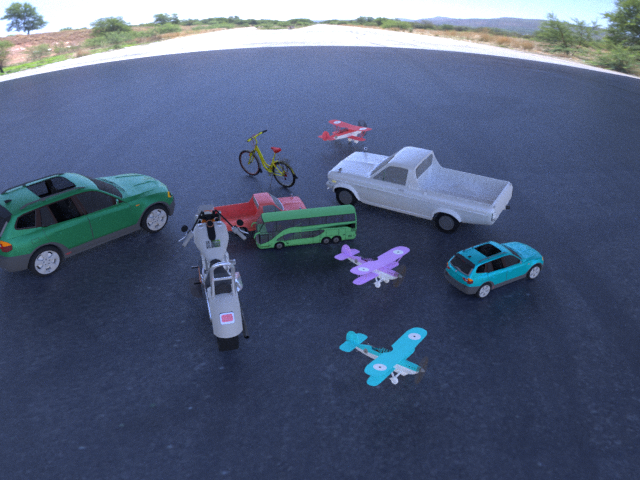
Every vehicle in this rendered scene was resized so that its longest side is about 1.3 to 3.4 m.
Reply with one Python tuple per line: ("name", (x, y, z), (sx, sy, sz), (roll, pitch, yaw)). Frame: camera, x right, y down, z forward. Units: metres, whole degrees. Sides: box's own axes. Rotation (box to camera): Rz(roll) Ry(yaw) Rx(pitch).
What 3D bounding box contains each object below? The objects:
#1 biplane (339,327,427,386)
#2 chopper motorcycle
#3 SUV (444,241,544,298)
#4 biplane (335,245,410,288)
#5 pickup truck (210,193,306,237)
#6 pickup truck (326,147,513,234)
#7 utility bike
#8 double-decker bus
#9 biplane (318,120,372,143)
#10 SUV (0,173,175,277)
("biplane", (0.790, 1.399, 8.519), (1.090, 0.504, 1.336), (19, 35, 29))
("chopper motorcycle", (-1.444, 0.220, 9.553), (0.906, 1.480, 3.040), (-7, 31, -12))
("SUV", (2.571, 0.332, 10.246), (1.572, 0.580, 0.656), (-16, 34, -25))
("biplane", (0.757, 0.359, 10.275), (1.090, 0.504, 1.336), (23, 37, 33))
("pickup truck", (-1.009, -0.468, 11.666), (1.603, 0.511, 0.640), (-9, 32, -15))
("pickup truck", (1.678, -0.982, 12.060), (3.117, 0.993, 1.244), (16, 34, 25))
("utility bike", (-1.013, -1.481, 12.949), (1.435, 0.946, 0.535), (21, 37, 31))
("double-decker bus", (-0.248, -0.205, 11.190), (1.672, 0.541, 0.389), (-6, 31, -10))
("biplane", (0.484, -2.228, 14.643), (1.090, 0.504, 1.336), (-20, 36, -30))
("SUV", (-3.802, -0.476, 11.073), (3.058, 1.128, 1.276), (-26, 39, -37))
